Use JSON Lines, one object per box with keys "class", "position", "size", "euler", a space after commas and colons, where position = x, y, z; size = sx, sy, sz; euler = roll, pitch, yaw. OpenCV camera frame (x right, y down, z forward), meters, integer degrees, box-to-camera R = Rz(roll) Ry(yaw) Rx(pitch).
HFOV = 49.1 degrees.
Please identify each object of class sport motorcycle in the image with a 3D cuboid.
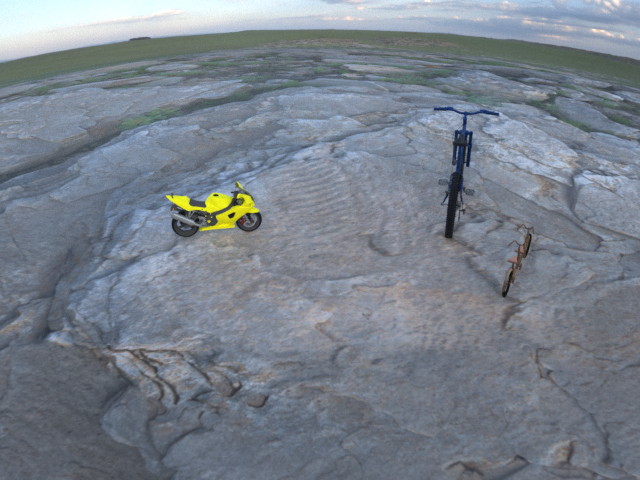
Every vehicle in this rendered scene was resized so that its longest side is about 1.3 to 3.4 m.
{"class": "sport motorcycle", "position": [-1.722, -0.462, 11.512], "size": [1.520, 0.821, 0.506], "euler": [-5, 31, -8]}

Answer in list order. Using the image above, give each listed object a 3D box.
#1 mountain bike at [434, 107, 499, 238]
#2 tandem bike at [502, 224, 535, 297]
{"class": "mountain bike", "position": [2.387, -1.259, 12.017], "size": [1.114, 1.688, 2.857], "euler": [7, 31, 12]}
{"class": "tandem bike", "position": [2.960, 0.249, 10.436], "size": [0.283, 0.682, 1.642], "euler": [15, 33, 24]}
